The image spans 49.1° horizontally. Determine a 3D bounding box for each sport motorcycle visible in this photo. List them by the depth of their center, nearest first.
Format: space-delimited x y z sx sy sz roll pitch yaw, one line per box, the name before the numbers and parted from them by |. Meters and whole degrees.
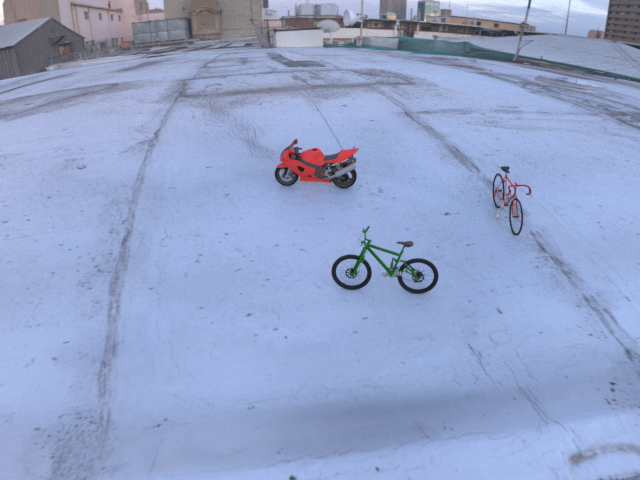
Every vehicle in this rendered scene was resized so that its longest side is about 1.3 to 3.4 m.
sport motorcycle | -0.064 -1.330 12.545 1.520 0.821 0.506 3 30 5

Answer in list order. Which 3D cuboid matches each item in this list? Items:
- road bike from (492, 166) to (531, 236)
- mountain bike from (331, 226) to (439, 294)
road bike | 3.066 -0.712 11.426 0.358 0.852 1.545 -2 30 -4
mountain bike | 0.889 0.336 9.565 1.469 0.868 0.573 3 30 5
